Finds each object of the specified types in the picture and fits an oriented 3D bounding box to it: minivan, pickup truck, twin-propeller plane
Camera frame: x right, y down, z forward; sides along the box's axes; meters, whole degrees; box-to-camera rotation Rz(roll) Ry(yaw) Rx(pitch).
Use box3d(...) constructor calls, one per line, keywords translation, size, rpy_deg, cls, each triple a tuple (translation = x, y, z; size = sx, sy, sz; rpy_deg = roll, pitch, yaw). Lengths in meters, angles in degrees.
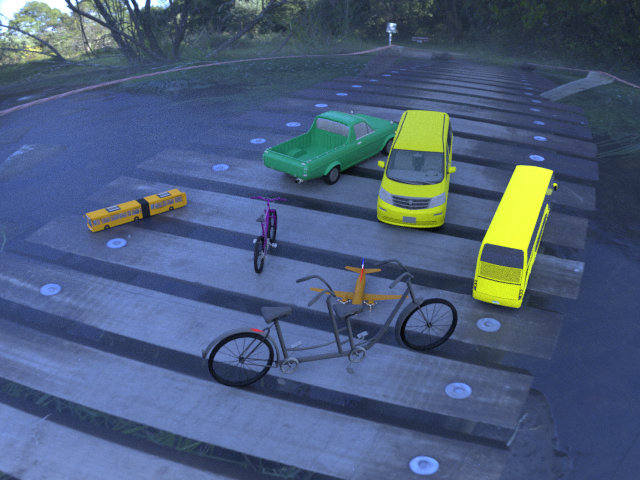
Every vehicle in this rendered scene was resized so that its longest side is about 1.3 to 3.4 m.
box3d(translation=(1.756, -1.315, 12.488), size=(1.324, 1.197, 3.011), rpy_deg=(6, 30, 10), cls="minivan")
box3d(translation=(0.297, -1.945, 13.836), size=(1.244, 0.993, 3.117), rpy_deg=(22, 36, 34), cls="pickup truck")
box3d(translation=(0.551, 0.656, 9.744), size=(1.370, 0.407, 1.095), rpy_deg=(4, 29, 8), cls="twin-propeller plane")

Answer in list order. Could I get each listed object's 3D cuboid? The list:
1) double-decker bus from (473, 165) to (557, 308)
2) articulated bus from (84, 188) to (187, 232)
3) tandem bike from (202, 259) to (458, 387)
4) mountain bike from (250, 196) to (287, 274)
box3d(translation=(3.004, -0.186, 10.600), size=(0.756, 1.052, 3.251), rpy_deg=(12, 31, 20), cls="double-decker bus")
box3d(translation=(-3.129, -0.523, 11.996), size=(1.749, 0.289, 0.311), rpy_deg=(-20, 35, -31), cls="articulated bus")
box3d(translation=(0.185, 0.979, 8.213), size=(3.192, 1.326, 0.550), rpy_deg=(-8, 30, -14), cls="tandem bike")
box3d(translation=(-0.826, -0.135, 10.697), size=(0.573, 0.868, 1.469), rpy_deg=(4, 29, 7), cls="mountain bike")
